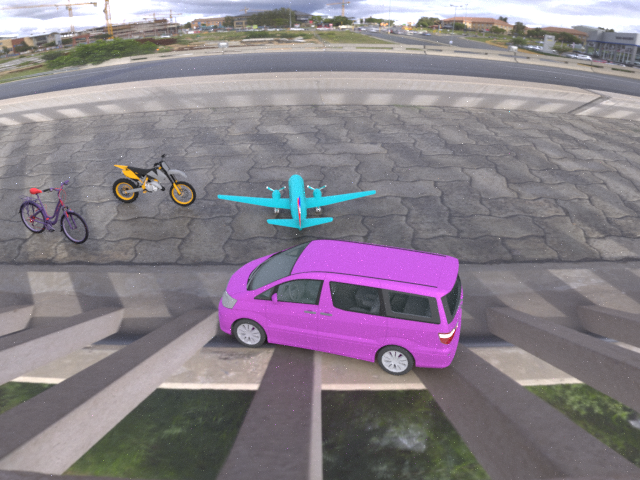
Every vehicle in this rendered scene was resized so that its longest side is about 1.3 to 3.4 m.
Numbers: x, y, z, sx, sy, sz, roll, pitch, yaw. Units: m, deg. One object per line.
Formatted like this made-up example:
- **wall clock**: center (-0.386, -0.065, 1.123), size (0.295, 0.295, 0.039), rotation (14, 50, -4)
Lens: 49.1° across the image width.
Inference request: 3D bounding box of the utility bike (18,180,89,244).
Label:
- **utility bike**: center (-4.192, -0.480, 10.970), size (1.435, 0.946, 0.535), rotation (13, 32, 21)

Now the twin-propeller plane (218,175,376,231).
- **twin-propeller plane**: center (-0.369, -0.729, 11.576), size (2.663, 0.792, 2.129), rotation (-2, 29, -3)

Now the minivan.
- **minivan**: center (0.220, 0.694, 8.608), size (3.011, 1.197, 1.324), rotation (8, 30, 15)

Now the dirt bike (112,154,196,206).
- **dirt bike**: center (-2.859, -0.994, 11.983), size (1.493, 0.857, 0.527), rotation (4, 29, 7)
